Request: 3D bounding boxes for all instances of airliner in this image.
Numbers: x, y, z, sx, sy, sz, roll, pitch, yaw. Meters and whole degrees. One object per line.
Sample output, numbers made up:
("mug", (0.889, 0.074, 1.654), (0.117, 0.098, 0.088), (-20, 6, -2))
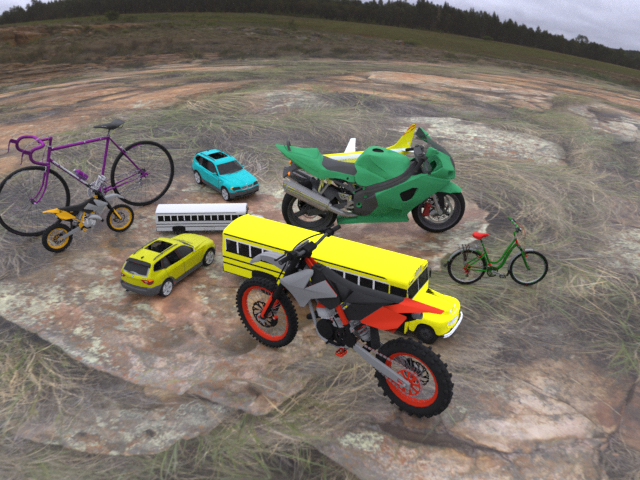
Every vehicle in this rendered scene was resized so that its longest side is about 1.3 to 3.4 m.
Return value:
("airliner", (0.656, -1.726, 13.372), (2.541, 0.835, 2.257), (-6, 28, -11))

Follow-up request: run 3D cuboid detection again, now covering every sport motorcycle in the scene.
("sport motorcycle", (0.811, -0.827, 10.832), (2.955, 1.596, 0.983), (-1, 28, -2))

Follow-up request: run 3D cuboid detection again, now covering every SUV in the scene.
("SUV", (-1.737, -1.218, 12.675), (0.656, 0.580, 1.572), (-20, 34, -34))
("SUV", (-2.118, 0.254, 9.863), (0.656, 0.580, 1.572), (14, 31, 24))

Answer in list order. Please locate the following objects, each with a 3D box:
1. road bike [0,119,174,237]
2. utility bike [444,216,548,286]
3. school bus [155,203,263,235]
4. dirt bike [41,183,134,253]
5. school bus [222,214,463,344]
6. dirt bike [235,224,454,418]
("road bike", (-3.723, -1.078, 11.247), (3.004, 1.656, 0.697), (-20, 34, -33))
("utility bike", (2.429, 0.173, 9.624), (1.435, 0.946, 0.535), (1, 28, 2))
("school bus", (-1.736, -0.343, 11.160), (1.708, 0.434, 0.365), (-1, 28, -2))
("dirt bike", (-3.565, -0.362, 10.742), (1.493, 0.857, 0.527), (-22, 35, -35))
("school bus", (0.243, 0.454, 9.197), (3.322, 0.844, 0.709), (15, 31, 26))
("dirt bike", (0.152, 0.821, 7.608), (2.903, 1.666, 1.024), (19, 33, 32))
